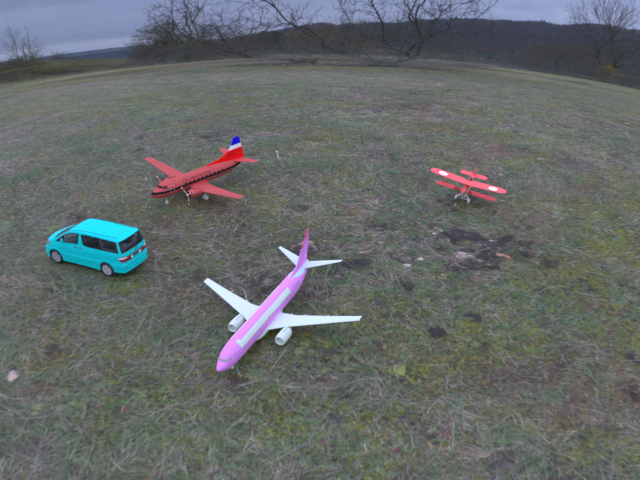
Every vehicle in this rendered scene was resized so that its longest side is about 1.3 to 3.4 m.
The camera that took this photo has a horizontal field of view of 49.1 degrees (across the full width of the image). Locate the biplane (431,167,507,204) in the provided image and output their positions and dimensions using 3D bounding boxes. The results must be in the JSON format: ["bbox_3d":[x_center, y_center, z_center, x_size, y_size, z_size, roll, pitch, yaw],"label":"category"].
[{"bbox_3d":[2.629,-0.975,12.314,1.336,0.504,1.090,12,30,21],"label":"biplane"}]

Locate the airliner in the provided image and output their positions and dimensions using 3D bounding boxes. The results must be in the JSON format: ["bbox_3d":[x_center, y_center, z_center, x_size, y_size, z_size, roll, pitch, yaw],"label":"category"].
[{"bbox_3d":[-0.641,0.721,8.817,2.257,0.835,2.541,12,31,21],"label":"airliner"}]

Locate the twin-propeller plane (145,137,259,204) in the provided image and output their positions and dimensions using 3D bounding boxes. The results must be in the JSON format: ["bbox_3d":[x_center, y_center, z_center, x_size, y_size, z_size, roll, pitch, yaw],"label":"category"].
[{"bbox_3d":[-2.151,-1.243,12.509,2.663,0.792,2.129,23,36,36],"label":"twin-propeller plane"}]

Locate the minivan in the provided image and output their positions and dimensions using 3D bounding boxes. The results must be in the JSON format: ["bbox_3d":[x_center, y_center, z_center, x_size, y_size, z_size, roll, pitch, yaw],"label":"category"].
[{"bbox_3d":[-3.327,0.044,10.306,1.548,0.616,0.681,12,31,21],"label":"minivan"}]
